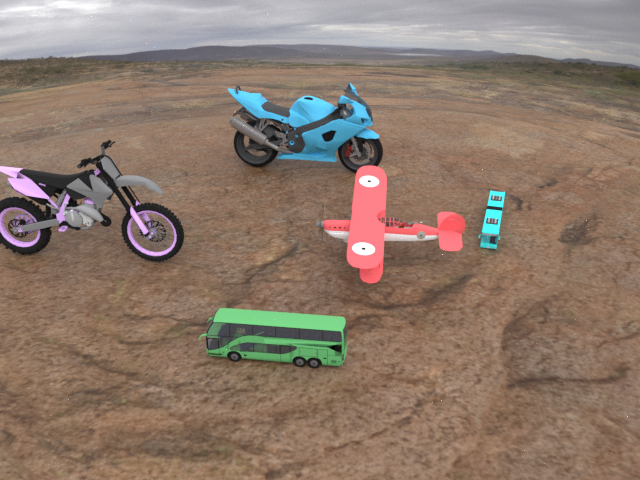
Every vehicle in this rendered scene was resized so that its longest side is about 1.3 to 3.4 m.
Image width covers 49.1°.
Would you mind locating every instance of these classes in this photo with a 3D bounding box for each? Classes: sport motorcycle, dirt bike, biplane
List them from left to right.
[{"bbox_3d":[-3.373,-0.493,9.945,2.903,1.666,1.024,3,27,6],"label":"dirt bike"},{"bbox_3d":[-0.273,-2.085,13.177,2.955,1.596,0.983,5,27,10],"label":"sport motorcycle"},{"bbox_3d":[0.989,-0.130,9.986,2.120,0.981,2.598,3,27,5],"label":"biplane"}]

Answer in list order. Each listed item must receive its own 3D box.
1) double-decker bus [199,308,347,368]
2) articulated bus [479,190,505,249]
[{"bbox_3d":[-0.527,1.112,8.015,1.672,0.541,0.389,3,27,7],"label":"double-decker bus"},{"bbox_3d":[2.768,-0.351,11.193,0.311,0.289,1.749,8,28,15],"label":"articulated bus"}]
